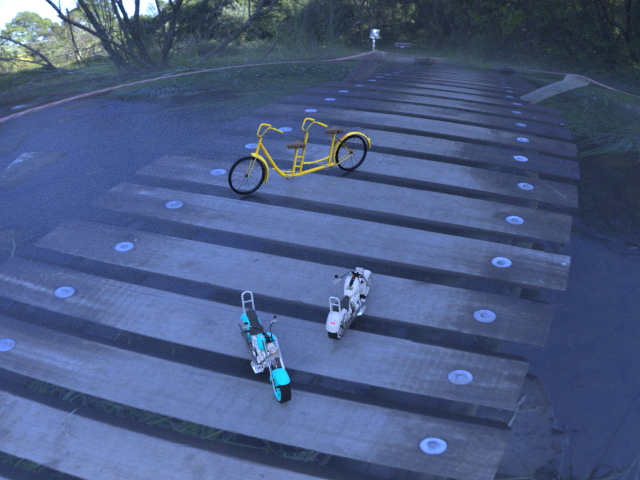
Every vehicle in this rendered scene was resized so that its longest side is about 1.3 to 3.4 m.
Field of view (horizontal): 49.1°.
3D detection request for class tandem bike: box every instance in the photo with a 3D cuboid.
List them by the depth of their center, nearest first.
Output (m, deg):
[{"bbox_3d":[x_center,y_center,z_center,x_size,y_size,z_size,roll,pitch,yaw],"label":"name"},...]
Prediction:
[{"bbox_3d":[-0.339,-1.743,13.671,3.192,1.326,0.550,-16,32,-26],"label":"tandem bike"}]

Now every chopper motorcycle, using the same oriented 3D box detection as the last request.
[{"bbox_3d":[-0.689,1.308,8.697,0.466,0.761,1.563,-11,31,-20],"label":"chopper motorcycle"},{"bbox_3d":[0.433,0.750,9.713,0.466,0.761,1.563,10,30,18],"label":"chopper motorcycle"}]
